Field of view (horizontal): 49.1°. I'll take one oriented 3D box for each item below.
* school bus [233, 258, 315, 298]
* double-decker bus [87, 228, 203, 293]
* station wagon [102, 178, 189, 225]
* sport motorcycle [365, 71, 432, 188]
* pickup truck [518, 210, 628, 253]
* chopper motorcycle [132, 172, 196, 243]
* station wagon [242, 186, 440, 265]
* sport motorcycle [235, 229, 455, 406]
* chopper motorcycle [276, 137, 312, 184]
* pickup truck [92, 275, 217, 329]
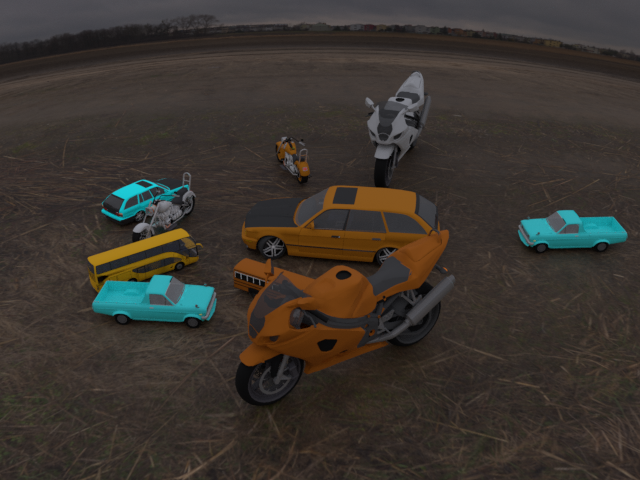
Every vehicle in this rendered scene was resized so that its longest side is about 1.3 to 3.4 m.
[{"bbox_3d":[-0.411,0.697,9.713,1.708,0.434,0.365,16,34,25],"label":"school bus"},{"bbox_3d":[-2.558,0.286,10.315,1.672,0.541,0.389,-20,36,-31],"label":"double-decker bus"},{"bbox_3d":[-3.011,-0.779,12.220,0.682,0.473,1.597,22,37,33],"label":"station wagon"},{"bbox_3d":[1.522,-2.152,13.470,0.983,1.596,2.955,10,32,16],"label":"sport motorcycle"},{"bbox_3d":[4.006,-0.166,11.125,1.603,0.511,0.640,-1,30,-2],"label":"pickup truck"},{"bbox_3d":[-2.545,-0.492,11.438,0.466,0.761,1.563,14,33,22],"label":"chopper motorcycle"},{"bbox_3d":[0.321,-0.301,10.950,3.105,0.920,1.327,4,30,7],"label":"station wagon"},{"bbox_3d":[0.320,0.887,8.225,2.955,1.596,0.983,-18,35,-28],"label":"sport motorcycle"},{"bbox_3d":[-0.549,-1.643,13.424,0.466,0.761,1.563,-11,32,-19],"label":"chopper motorcycle"},{"bbox_3d":[-2.229,0.788,9.479,1.603,0.511,0.640,2,30,4],"label":"pickup truck"}]
